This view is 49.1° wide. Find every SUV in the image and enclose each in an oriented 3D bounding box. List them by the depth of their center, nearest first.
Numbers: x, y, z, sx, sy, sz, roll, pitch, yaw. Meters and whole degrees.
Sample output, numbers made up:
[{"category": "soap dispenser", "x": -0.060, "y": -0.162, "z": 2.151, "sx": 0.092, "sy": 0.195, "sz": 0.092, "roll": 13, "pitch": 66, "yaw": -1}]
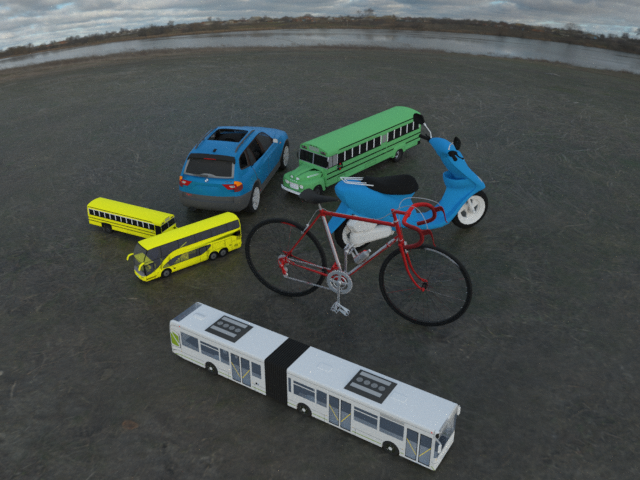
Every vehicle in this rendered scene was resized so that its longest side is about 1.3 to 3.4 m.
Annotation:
[{"category": "SUV", "x": -1.432, "y": -1.442, "z": 12.161, "sx": 1.276, "sy": 1.128, "sz": 3.058, "roll": 6, "pitch": 30, "yaw": 11}]

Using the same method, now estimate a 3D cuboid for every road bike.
[{"category": "road bike", "x": 0.410, "y": 0.183, "z": 8.684, "sx": 3.004, "sy": 1.656, "sz": 0.697, "roll": 11, "pitch": 31, "yaw": 18}]

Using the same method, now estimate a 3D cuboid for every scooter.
[{"category": "scooter", "x": 1.378, "y": -0.798, "z": 10.320, "sx": 2.721, "sy": 1.786, "sz": 1.288, "roll": -11, "pitch": 31, "yaw": -19}]

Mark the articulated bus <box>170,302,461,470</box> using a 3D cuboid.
[{"category": "articulated bus", "x": -0.180, "y": 1.473, "z": 7.484, "sx": 3.401, "sy": 0.561, "sz": 0.605, "roll": 17, "pitch": 33, "yaw": 28}]

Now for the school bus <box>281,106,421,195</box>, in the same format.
[{"category": "school bus", "x": 0.629, "y": -1.635, "z": 12.802, "sx": 0.709, "sy": 0.844, "sz": 3.322, "roll": 23, "pitch": 37, "yaw": 36}]

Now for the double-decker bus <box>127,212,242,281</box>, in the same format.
[{"category": "double-decker bus", "x": -1.897, "y": 0.096, "z": 9.991, "sx": 1.672, "sy": 0.541, "sz": 0.389, "roll": -21, "pitch": 35, "yaw": -33}]

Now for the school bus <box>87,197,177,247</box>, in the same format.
[{"category": "school bus", "x": -2.790, "y": -0.267, "z": 10.756, "sx": 1.708, "sy": 0.434, "sz": 0.365, "roll": 13, "pitch": 32, "yaw": 22}]
